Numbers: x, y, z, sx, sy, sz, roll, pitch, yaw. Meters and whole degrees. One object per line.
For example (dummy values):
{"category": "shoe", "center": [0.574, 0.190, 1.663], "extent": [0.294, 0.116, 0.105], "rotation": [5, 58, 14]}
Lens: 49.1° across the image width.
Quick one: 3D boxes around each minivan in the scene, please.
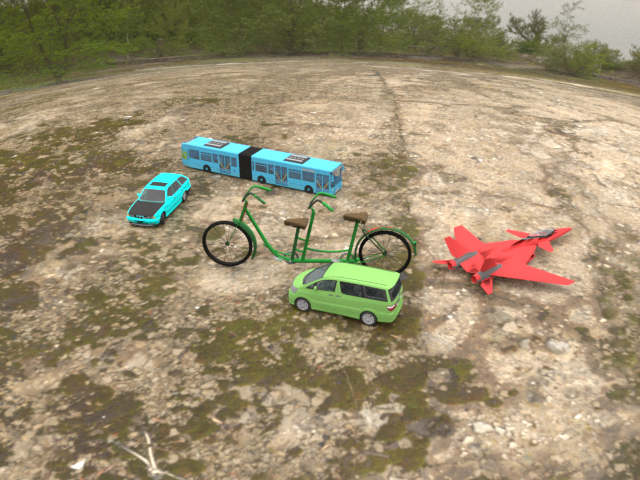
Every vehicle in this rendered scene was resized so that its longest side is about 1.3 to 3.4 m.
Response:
{"category": "minivan", "center": [0.334, 0.664, 9.486], "extent": [1.548, 0.616, 0.681], "rotation": [10, 30, 19]}

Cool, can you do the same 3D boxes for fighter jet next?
{"category": "fighter jet", "center": [3.081, 0.020, 10.767], "extent": [2.640, 0.557, 2.229], "rotation": [-19, 33, -31]}

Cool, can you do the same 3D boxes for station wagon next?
{"category": "station wagon", "center": [-2.831, -0.757, 12.324], "extent": [0.682, 0.473, 1.597], "rotation": [6, 28, 11]}

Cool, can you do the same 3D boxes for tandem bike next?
{"category": "tandem bike", "center": [-0.184, -0.107, 10.184], "extent": [3.192, 1.326, 0.550], "rotation": [3, 28, 6]}

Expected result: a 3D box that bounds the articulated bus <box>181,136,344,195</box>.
{"category": "articulated bus", "center": [-1.157, -1.453, 13.546], "extent": [3.401, 0.561, 0.605], "rotation": [13, 31, 23]}
